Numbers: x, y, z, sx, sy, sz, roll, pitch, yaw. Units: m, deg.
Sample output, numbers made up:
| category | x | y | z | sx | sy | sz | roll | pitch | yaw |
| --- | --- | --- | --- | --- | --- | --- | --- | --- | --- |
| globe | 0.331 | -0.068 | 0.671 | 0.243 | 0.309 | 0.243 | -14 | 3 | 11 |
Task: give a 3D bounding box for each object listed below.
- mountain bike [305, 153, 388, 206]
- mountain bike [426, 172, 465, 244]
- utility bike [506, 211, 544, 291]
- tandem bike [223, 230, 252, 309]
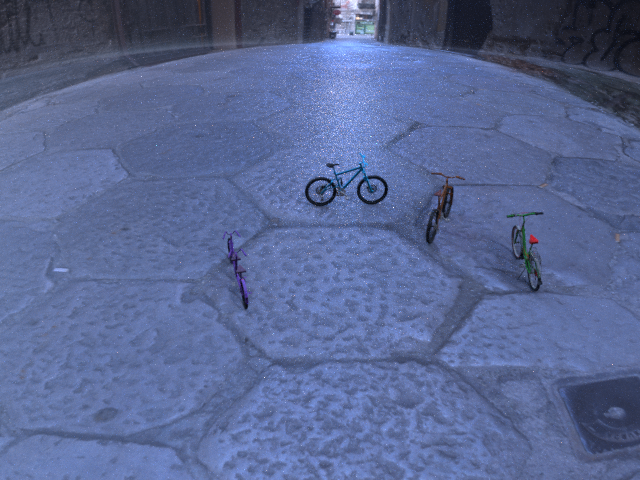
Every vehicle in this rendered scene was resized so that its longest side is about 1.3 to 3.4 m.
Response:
| category | x | y | z | sx | sy | sz | roll | pitch | yaw |
| --- | --- | --- | --- | --- | --- | --- | --- | --- | --- |
| mountain bike | 0.468 | -0.995 | 12.203 | 1.469 | 0.868 | 0.573 | -2 | 31 | -4 |
| mountain bike | 1.991 | -0.563 | 11.477 | 0.573 | 0.868 | 1.469 | 13 | 33 | 21 |
| utility bike | 3.002 | 0.095 | 10.295 | 0.535 | 0.946 | 1.435 | -1 | 31 | -2 |
| tandem bike | -1.204 | 0.354 | 10.117 | 0.283 | 0.682 | 1.642 | -8 | 32 | -13 |
